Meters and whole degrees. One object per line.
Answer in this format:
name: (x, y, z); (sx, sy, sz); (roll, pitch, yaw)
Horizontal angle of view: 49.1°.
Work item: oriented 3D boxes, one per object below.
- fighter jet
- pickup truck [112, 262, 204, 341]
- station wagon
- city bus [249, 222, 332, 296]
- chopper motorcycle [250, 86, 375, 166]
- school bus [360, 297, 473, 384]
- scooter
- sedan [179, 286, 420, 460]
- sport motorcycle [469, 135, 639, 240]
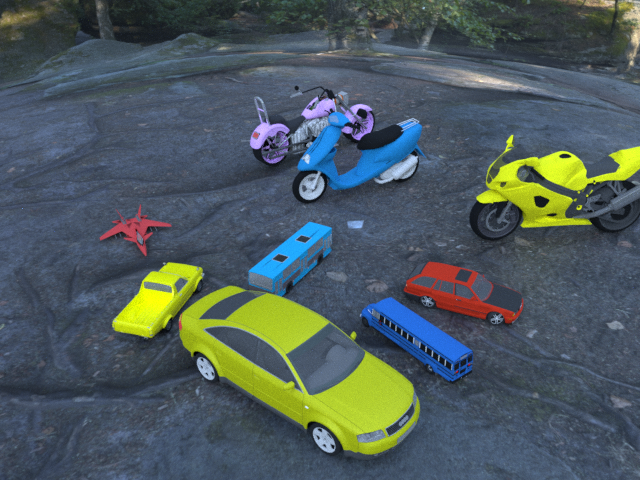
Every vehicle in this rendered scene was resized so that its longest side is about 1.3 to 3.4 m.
fighter jet: (-2.944, -0.143, 11.247); (1.147, 0.286, 1.358); (-12, 32, -20)
pickup truck: (-2.150, 0.752, 9.458); (0.640, 0.511, 1.603); (8, 31, 14)
station wagon: (1.981, 0.690, 9.604); (1.597, 0.473, 0.682); (13, 32, 22)
city bus: (-0.400, 0.317, 10.269); (0.476, 0.460, 1.674); (16, 33, 26)
chopper motorcycle: (-0.079, -2.417, 14.018); (3.040, 1.480, 0.906); (-22, 36, -33)
school bus: (1.158, 1.185, 8.780); (0.365, 0.434, 1.708); (-21, 36, -32)
scooter: (0.733, -1.676, 12.415); (2.721, 1.786, 1.288); (-14, 33, -23)
sedan: (-0.306, 1.336, 8.007); (3.137, 0.940, 1.235); (22, 37, 34)
sport motorcycle: (3.827, -0.780, 11.041); (2.955, 1.596, 0.983); (-4, 30, -7)
